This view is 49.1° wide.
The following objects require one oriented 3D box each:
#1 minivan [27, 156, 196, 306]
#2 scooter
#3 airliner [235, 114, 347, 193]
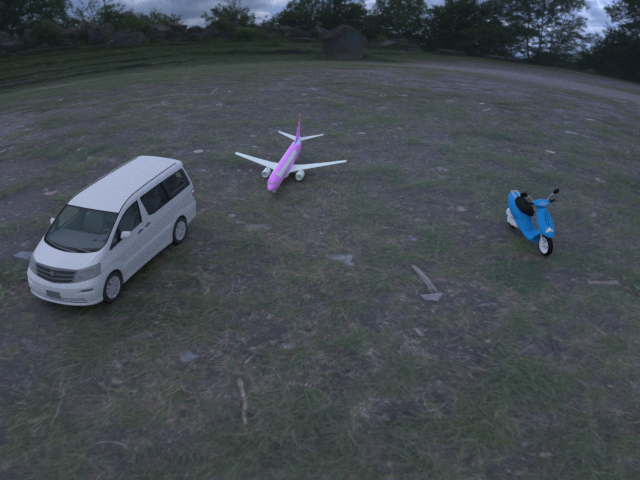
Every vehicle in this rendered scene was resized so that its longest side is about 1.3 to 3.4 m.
[{"bbox_3d":[-3.007,-0.213,10.333,1.324,1.197,3.011,9,29,17],"label":"minivan"},{"bbox_3d":[3.319,-0.416,11.023,0.662,0.919,1.399,-7,28,-13],"label":"scooter"},{"bbox_3d":[-0.648,-1.680,13.533,2.257,0.835,2.541,5,28,10],"label":"airliner"}]
